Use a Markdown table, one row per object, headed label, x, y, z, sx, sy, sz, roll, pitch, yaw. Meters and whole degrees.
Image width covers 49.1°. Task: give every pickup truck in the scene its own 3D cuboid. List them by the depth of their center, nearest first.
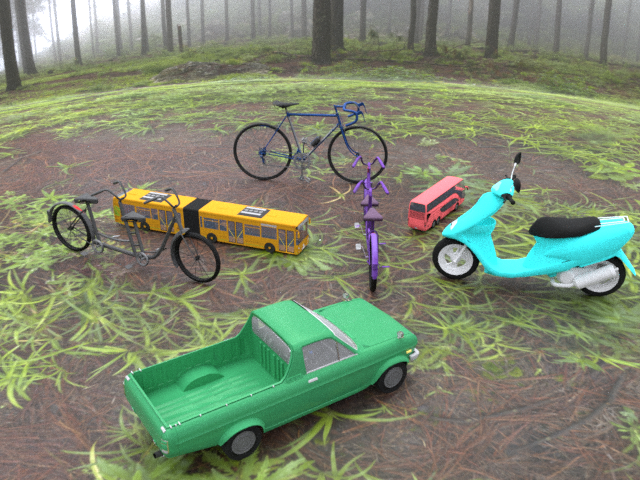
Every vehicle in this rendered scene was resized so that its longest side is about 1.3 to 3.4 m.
| label | x | y | z | sx | sy | sz | roll | pitch | yaw |
| --- | --- | --- | --- | --- | --- | --- | --- | --- | --- |
| pickup truck | -0.433 | 1.302 | 7.434 | 3.117 | 0.993 | 1.244 | -16 | 30 | -30 |

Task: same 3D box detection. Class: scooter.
| label | x | y | z | sx | sy | sz | roll | pitch | yaw |
| --- | --- | --- | --- | --- | --- | --- | --- | --- | --- |
| scooter | 2.936 | -0.143 | 9.561 | 2.721 | 1.786 | 1.288 | 6 | 26 | 13 |

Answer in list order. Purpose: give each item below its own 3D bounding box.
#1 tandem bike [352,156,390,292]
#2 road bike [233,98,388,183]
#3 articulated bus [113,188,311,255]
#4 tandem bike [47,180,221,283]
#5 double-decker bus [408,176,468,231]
| label | x | y | z | sx | sy | sz | roll | pitch | yaw |
| --- | --- | --- | --- | --- | --- | --- | --- | --- | --- |
| tandem bike | 0.757 | -0.398 | 10.638 | 0.550 | 1.326 | 3.192 | 1 | 25 | 1 |
| road bike | -0.197 | -1.895 | 13.416 | 3.004 | 1.656 | 0.696 | 2 | 25 | 5 |
| articulated bus | -1.799 | -0.326 | 11.380 | 3.401 | 0.561 | 0.605 | 9 | 27 | 19 |
| tandem bike | -2.818 | -0.217 | 10.256 | 3.192 | 1.326 | 0.550 | 12 | 28 | 23 |
| double-decker bus | 2.048 | -0.658 | 12.105 | 0.389 | 0.541 | 1.672 | 16 | 30 | 30 |
